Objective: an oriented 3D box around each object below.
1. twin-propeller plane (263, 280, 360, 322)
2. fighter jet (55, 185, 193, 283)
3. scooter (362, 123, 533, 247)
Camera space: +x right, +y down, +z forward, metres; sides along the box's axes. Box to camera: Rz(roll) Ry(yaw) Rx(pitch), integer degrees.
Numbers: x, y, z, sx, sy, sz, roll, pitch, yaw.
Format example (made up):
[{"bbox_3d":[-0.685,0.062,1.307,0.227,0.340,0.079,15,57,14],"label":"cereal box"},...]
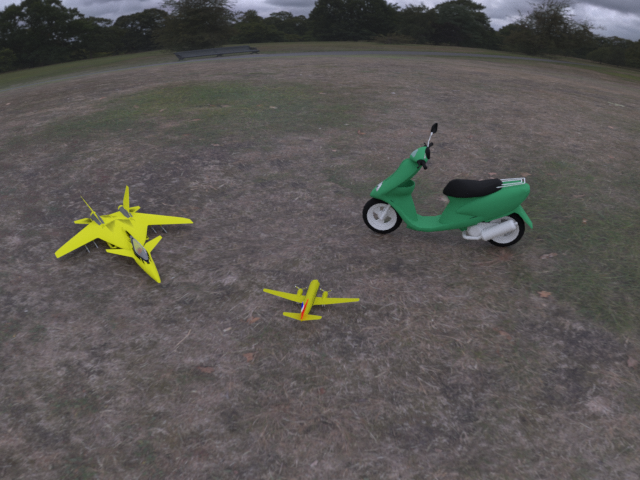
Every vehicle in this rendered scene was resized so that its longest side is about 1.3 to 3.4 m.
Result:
[{"bbox_3d":[-0.147,0.784,9.675,1.370,0.407,1.095,5,29,9],"label":"twin-propeller plane"},{"bbox_3d":[-3.012,-0.076,11.070,2.229,0.557,2.640,-16,33,-27],"label":"fighter jet"},{"bbox_3d":[2.028,-0.788,11.087,2.721,1.786,1.288,7,30,12],"label":"scooter"}]
